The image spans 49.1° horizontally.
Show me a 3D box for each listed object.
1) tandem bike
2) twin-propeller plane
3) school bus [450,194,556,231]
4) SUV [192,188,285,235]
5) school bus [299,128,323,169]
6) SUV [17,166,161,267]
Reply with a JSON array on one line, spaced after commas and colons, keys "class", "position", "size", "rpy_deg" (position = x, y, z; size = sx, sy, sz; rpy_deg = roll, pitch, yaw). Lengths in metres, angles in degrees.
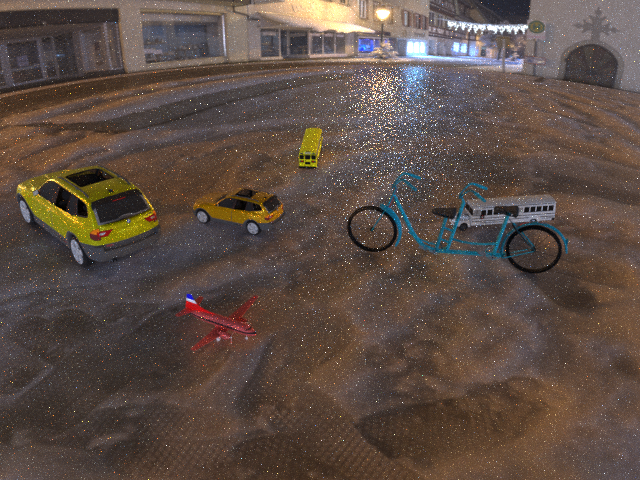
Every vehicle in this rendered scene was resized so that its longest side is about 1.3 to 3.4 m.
[{"class": "tandem bike", "position": [1.947, -0.246, 10.118], "size": [3.192, 1.326, 0.550], "rpy_deg": [7, 28, 14]}, {"class": "twin-propeller plane", "position": [-1.256, 0.969, 8.781], "size": [1.095, 0.407, 1.370], "rpy_deg": [14, 31, 25]}, {"class": "school bus", "position": [2.990, -0.461, 11.494], "size": [1.708, 0.434, 0.365], "rpy_deg": [-4, 28, -8]}, {"class": "SUV", "position": [-1.347, -0.549, 11.504], "size": [1.572, 0.580, 0.656], "rpy_deg": [13, 30, 23]}, {"class": "school bus", "position": [-0.173, -1.891, 14.236], "size": [0.365, 0.434, 1.708], "rpy_deg": [2, 28, 4]}, {"class": "SUV", "position": [-3.709, -0.597, 11.003], "size": [1.276, 1.128, 3.058], "rpy_deg": [-23, 35, -37]}]
